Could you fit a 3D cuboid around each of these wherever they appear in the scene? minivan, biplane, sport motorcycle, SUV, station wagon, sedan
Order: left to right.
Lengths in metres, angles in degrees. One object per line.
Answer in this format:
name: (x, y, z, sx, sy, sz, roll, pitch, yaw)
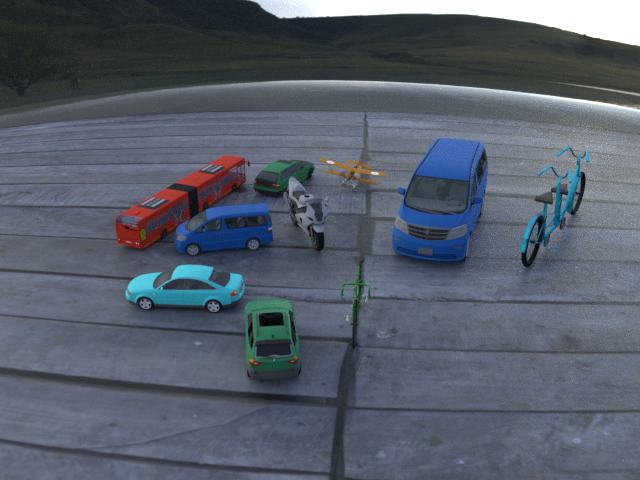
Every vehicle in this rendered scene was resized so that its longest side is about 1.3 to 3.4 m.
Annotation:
sedan: (-1.835, 0.619, 9.498, 1.613, 0.483, 0.635, 2, 25, 4)
minivan: (-1.528, -0.188, 11.058, 1.548, 0.616, 0.681, -5, 26, -11)
SUV: (-0.583, 1.088, 8.388, 0.656, 0.580, 1.572, -3, 25, -6)
station wagon: (-0.666, -1.312, 13.612, 0.682, 0.473, 1.597, 12, 28, 23)
sport motorcycle: (-0.221, -0.437, 11.345, 0.506, 0.821, 1.520, -9, 27, -18)
biplane: (0.674, -1.327, 13.606, 1.336, 0.504, 1.090, 7, 26, 15)
minivan: (2.043, -0.718, 11.501, 1.324, 1.197, 3.011, 8, 26, 17)

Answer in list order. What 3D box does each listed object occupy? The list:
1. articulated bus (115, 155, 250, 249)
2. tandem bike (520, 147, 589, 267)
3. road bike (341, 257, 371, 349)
articulated bus: (-2.311, -0.749, 12.313, 0.605, 0.561, 3.401, 11, 27, 21)
tandem bike: (3.792, -0.626, 11.153, 0.550, 1.326, 3.192, 16, 30, 30)
road bike: (0.473, 0.707, 8.877, 0.358, 0.852, 1.545, 3, 25, 6)
